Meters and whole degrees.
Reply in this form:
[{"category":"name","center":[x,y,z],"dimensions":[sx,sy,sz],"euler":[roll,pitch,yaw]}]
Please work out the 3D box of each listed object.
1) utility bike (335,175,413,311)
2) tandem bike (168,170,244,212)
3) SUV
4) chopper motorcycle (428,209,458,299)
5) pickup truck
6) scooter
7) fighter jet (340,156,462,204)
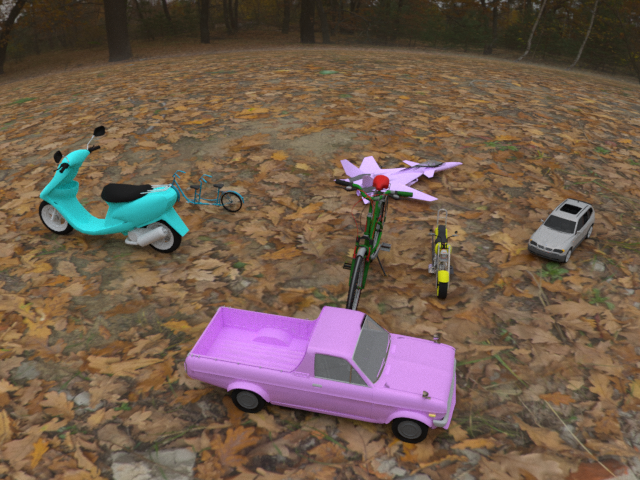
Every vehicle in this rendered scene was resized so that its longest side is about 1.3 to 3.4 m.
[{"category":"utility bike","center":[0.787,-0.116,9.932],"dimensions":[1.039,1.839,2.791],"euler":[7,31,11]},{"category":"tandem bike","center":[-2.127,-0.858,12.378],"dimensions":[1.642,0.682,0.283],"euler":[7,31,12]},{"category":"SUV","center":[3.935,-0.189,11.319],"dimensions":[0.656,0.580,1.572],"euler":[21,36,32]},{"category":"chopper motorcycle","center":[1.827,0.191,10.478],"dimensions":[0.466,0.761,1.563],"euler":[3,30,6]},{"category":"pickup truck","center":[0.039,1.388,8.169],"dimensions":[3.117,0.993,1.244],"euler":[7,31,13]},{"category":"scooter","center":[-3.375,-0.723,11.038],"dimensions":[2.721,1.786,1.288],"euler":[9,31,15]},{"category":"fighter jet","center":[1.690,-1.368,13.387],"dimensions":[2.640,0.557,2.229],"euler":[-15,33,-24]}]
